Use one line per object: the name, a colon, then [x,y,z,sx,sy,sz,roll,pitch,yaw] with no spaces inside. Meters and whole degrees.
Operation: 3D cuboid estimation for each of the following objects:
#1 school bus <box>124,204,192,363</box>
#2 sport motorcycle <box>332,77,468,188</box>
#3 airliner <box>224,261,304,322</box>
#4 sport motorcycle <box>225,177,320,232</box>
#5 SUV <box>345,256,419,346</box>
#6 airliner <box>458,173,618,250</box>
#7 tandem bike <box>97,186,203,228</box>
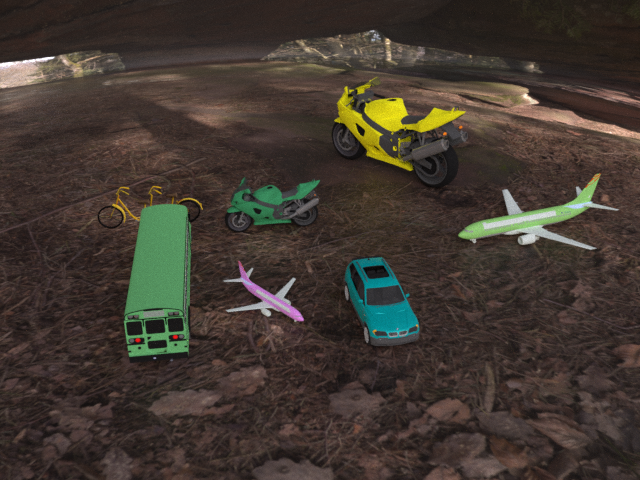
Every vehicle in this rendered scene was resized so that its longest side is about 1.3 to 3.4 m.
school bus: [-2.063,0.370,9.225,0.709,0.844,3.322,-4,28,-8]
sport motorcycle: [1.345,-1.990,12.898,2.955,1.596,0.983,24,36,37]
airliner: [-0.661,0.677,9.086,1.161,0.429,1.307,-24,36,-38]
sport motorcycle: [-0.744,-0.546,10.989,1.520,0.821,0.506,-6,28,-10]
SUV: [0.749,0.731,8.822,0.656,0.580,1.572,-6,28,-11]
airliner: [3.281,-0.481,10.851,2.541,0.835,2.257,-10,29,-18]
tandem bike: [-2.705,-0.538,11.122,1.642,0.682,0.283,-5,28,-10]
